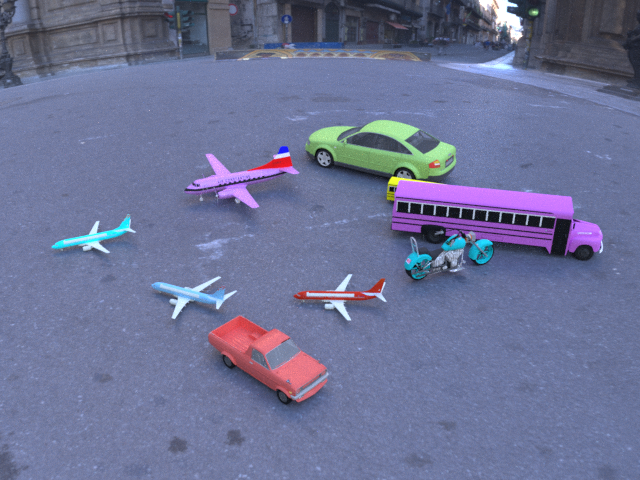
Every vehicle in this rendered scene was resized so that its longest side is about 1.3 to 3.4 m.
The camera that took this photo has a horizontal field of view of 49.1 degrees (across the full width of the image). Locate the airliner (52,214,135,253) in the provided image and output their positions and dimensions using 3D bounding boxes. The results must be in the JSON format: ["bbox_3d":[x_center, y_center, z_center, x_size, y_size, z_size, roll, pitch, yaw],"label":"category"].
[{"bbox_3d":[-3.668,-0.114,11.296,1.307,0.429,1.161,-12,31,-20],"label":"airliner"}]

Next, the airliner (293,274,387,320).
[{"bbox_3d":[0.274,0.705,9.821,1.307,0.429,1.161,1,29,3],"label":"airliner"}]

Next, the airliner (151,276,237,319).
[{"bbox_3d":[-1.856,0.684,9.859,1.307,0.429,1.161,13,32,22],"label":"airliner"}]

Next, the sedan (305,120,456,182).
[{"bbox_3d":[1.154,-1.862,13.919,3.137,0.940,1.235,17,33,27],"label":"sedan"}]

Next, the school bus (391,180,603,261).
[{"bbox_3d":[2.844,-0.351,11.296,3.322,0.844,0.709,7,30,12],"label":"school bus"}]

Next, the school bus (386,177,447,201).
[{"bbox_3d":[2.055,-0.779,12.489,1.708,0.434,0.365,10,31,17],"label":"school bus"}]

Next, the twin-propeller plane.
[{"bbox_3d":[-1.481,-1.218,12.911,2.129,0.792,2.663,-13,32,-22],"label":"twin-propeller plane"}]

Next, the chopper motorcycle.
[{"bbox_3d":[1.963,0.153,10.474,1.563,0.761,0.466,-13,32,-22],"label":"chopper motorcycle"}]

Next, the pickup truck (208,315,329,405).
[{"bbox_3d":[-0.652,1.381,8.520,1.603,0.511,0.640,24,37,36],"label":"pickup truck"}]
